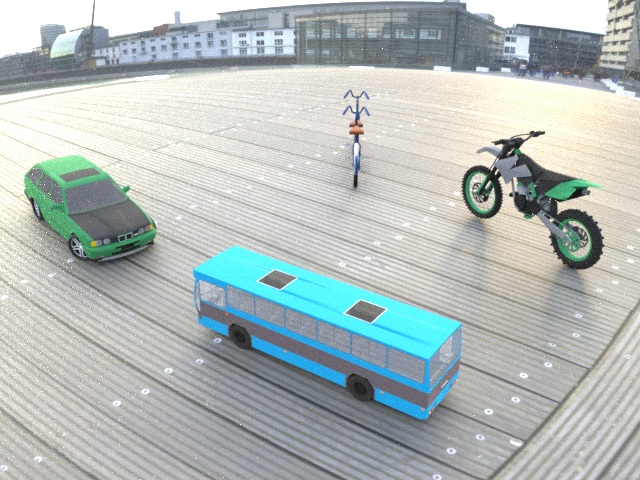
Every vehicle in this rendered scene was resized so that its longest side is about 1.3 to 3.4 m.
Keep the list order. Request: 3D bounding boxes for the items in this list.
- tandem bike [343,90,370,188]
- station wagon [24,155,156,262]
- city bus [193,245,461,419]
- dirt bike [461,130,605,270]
[{"bbox_3d":[0.721,-2.124,13.903,0.550,1.326,3.192,1,27,3],"label":"tandem bike"},{"bbox_3d":[-3.819,-0.630,11.417,1.327,0.920,3.105,-20,33,-34],"label":"station wagon"},{"bbox_3d":[-0.013,1.018,8.214,3.255,0.894,0.926,17,32,30],"label":"city bus"},{"bbox_3d":[3.210,-0.735,10.803,1.024,1.666,2.903,-15,31,-27],"label":"dirt bike"}]
